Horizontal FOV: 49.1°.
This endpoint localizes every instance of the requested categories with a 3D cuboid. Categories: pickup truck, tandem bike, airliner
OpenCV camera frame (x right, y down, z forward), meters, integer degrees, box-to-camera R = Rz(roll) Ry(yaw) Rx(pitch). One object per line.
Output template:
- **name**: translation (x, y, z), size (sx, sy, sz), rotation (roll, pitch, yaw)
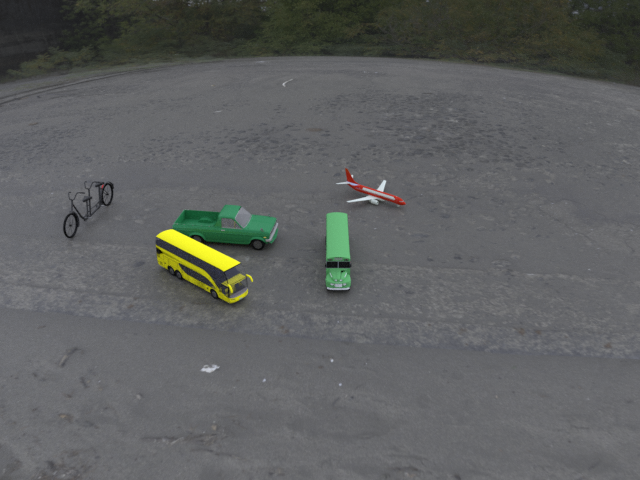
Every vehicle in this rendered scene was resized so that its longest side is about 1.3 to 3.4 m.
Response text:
- **pickup truck**: translation (-1.466, -0.244, 10.891), size (1.603, 0.511, 0.640), rotation (4, 29, 8)
- **tandem bike**: translation (-3.771, -0.634, 11.433), size (0.283, 0.682, 1.642), rotation (6, 29, 11)
- **airliner**: translation (0.942, -0.907, 12.205), size (1.307, 0.429, 1.161), rotation (20, 34, 33)

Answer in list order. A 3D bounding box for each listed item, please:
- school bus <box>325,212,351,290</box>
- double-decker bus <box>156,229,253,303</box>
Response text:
- **school bus**: translation (0.256, 0.155, 10.231), size (0.365, 0.434, 1.708), rotation (0, 28, 0)
- **double-decker bus**: translation (-1.648, 0.363, 9.732), size (1.672, 0.541, 0.389), rotation (23, 36, 36)
